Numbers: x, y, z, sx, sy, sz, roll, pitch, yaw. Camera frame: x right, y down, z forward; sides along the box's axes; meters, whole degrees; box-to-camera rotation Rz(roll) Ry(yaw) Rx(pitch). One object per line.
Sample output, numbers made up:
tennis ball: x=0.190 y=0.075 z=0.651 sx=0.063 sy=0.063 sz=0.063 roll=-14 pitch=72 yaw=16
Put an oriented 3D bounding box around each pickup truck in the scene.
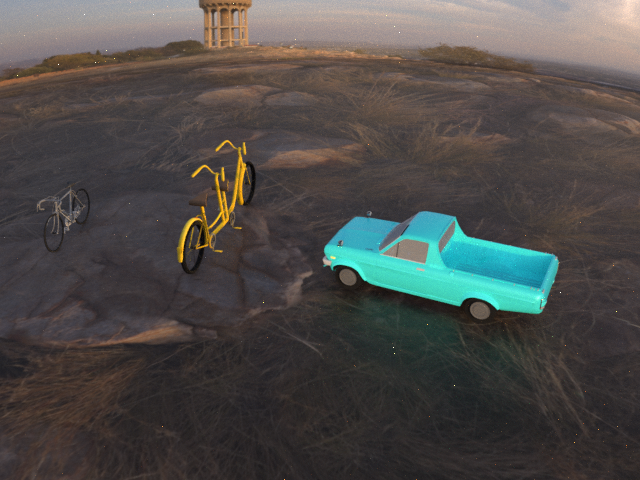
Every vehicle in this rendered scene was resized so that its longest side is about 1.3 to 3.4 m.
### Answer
pickup truck: x=1.618 y=0.240 z=9.600 sx=3.117 sy=0.993 sz=1.244 roll=13 pitch=31 yaw=23

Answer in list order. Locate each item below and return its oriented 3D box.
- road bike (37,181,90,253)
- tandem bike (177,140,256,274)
road bike: x=-3.984 y=-0.440 z=11.019 sx=0.358 sy=0.852 sz=1.545 roll=4 pitch=28 yaw=7
tandem bike: x=-1.556 y=-0.654 z=10.917 sx=0.550 sy=1.326 sz=3.192 roll=7 pitch=29 yaw=12
